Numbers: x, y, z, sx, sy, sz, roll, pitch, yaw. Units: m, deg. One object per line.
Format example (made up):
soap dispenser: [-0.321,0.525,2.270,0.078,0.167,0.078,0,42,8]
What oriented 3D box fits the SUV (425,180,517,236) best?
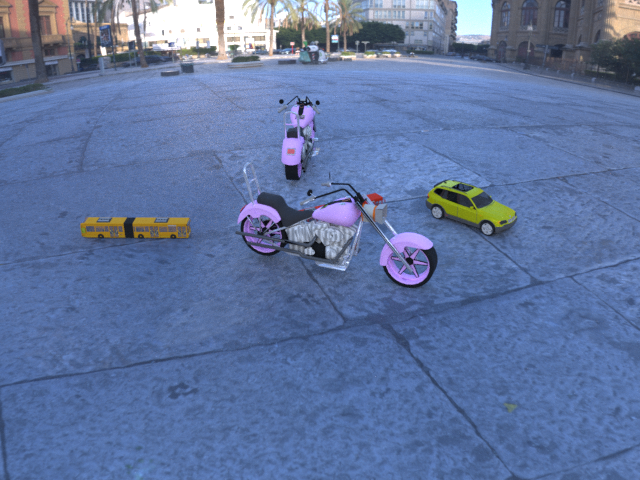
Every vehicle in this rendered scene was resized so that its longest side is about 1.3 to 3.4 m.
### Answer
SUV: [2.536,-0.580,11.773,1.572,0.580,0.656,22,34,37]

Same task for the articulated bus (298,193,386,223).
articulated bus: [0.300,-0.483,11.907,1.749,0.289,0.311,-14,30,-26]

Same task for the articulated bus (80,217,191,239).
articulated bus: [-2.966,-0.200,11.336,1.749,0.289,0.311,0,26,1]

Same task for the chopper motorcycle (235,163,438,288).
chopper motorcycle: [0.194,-0.225,10.048,3.040,1.480,0.906,10,28,20]

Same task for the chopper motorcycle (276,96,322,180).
chopper motorcycle: [-0.379,-2.257,14.138,0.906,1.480,3.040,3,27,5]
